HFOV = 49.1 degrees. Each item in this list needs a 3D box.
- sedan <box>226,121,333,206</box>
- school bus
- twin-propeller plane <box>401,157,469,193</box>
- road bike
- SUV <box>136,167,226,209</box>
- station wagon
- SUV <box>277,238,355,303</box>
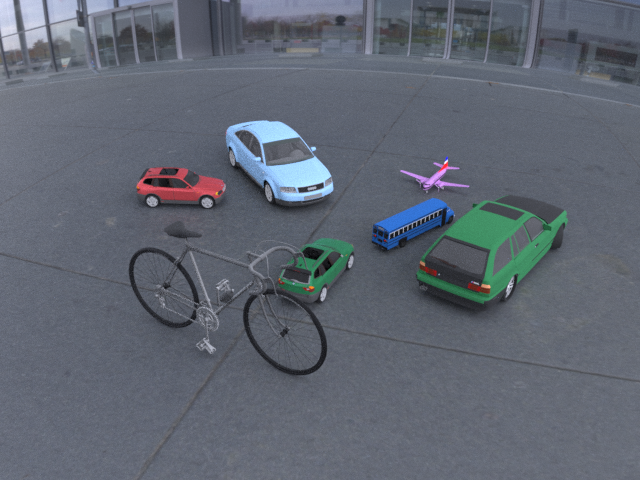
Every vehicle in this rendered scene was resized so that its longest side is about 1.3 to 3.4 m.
[{"bbox_3d":[-0.814,-1.585,13.128,1.235,0.940,3.137,-14,32,-23],"label":"sedan"},{"bbox_3d":[1.554,-0.292,11.337,1.708,0.434,0.365,-24,37,-36],"label":"school bus"},{"bbox_3d":[2.159,-1.205,12.994,1.370,0.407,1.095,17,33,27],"label":"twin-propeller plane"},{"bbox_3d":[-1.215,0.634,8.434,3.004,1.656,0.697,16,33,26],"label":"road bike"},{"bbox_3d":[-2.453,-0.952,12.366,1.572,0.580,0.656,1,29,3],"label":"SUV"},{"bbox_3d":[2.681,-0.059,10.423,1.327,0.920,3.105,21,35,32],"label":"station wagon"},{"bbox_3d":[-0.035,0.342,10.056,0.656,0.580,1.572,13,32,22],"label":"SUV"}]
